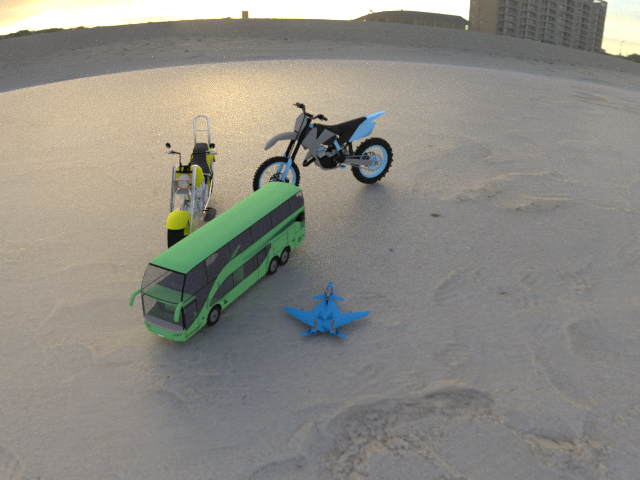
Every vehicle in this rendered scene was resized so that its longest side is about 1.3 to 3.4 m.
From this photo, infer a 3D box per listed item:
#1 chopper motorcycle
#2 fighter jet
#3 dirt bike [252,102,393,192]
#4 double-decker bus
[{"bbox_3d":[-2.106,-0.907,11.440,0.906,1.480,3.040,0,28,1],"label":"chopper motorcycle"},{"bbox_3d":[0.097,0.835,9.453,1.147,0.286,1.358,3,28,5],"label":"fighter jet"},{"bbox_3d":[0.115,-1.581,12.499,2.903,1.666,1.024,-15,32,-26],"label":"dirt bike"},{"bbox_3d":[-1.261,0.228,9.776,0.756,1.052,3.251,14,31,25],"label":"double-decker bus"}]
